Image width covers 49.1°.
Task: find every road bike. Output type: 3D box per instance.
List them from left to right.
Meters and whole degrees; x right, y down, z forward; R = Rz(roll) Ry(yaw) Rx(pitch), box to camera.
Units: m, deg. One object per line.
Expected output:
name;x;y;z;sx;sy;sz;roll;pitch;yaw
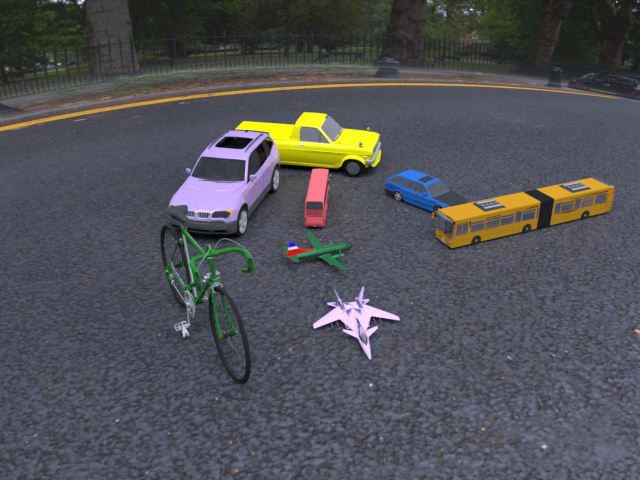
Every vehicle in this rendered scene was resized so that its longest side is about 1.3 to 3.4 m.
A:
road bike;-1.499;0.502;8.631;0.697;1.656;3.004;-14;30;-26

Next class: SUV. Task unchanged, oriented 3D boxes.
SUV;-1.606;-1.089;12.313;1.276;1.128;3.058;6;28;12

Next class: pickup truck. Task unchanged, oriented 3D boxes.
pickup truck;-0.311;-2.040;14.315;3.117;0.993;1.244;6;28;11

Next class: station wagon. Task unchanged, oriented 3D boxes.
station wagon;1.926;-0.871;12.606;0.682;0.473;1.597;-23;35;-38

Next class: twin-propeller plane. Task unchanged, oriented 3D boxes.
twin-propeller plane;-0.001;0.137;10.712;1.095;0.407;1.370;-11;29;-21

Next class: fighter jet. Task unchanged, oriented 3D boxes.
fighter jet;0.498;1.063;9.039;1.147;0.286;1.358;-4;27;-8

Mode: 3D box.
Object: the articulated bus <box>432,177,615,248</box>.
articulated bus;3.475;-0.489;11.765;3.401;0.561;0.605;-12;29;-22

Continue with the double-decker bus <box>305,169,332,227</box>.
double-decker bus;-0.034;-0.777;12.347;0.389;0.541;1.672;2;27;3
